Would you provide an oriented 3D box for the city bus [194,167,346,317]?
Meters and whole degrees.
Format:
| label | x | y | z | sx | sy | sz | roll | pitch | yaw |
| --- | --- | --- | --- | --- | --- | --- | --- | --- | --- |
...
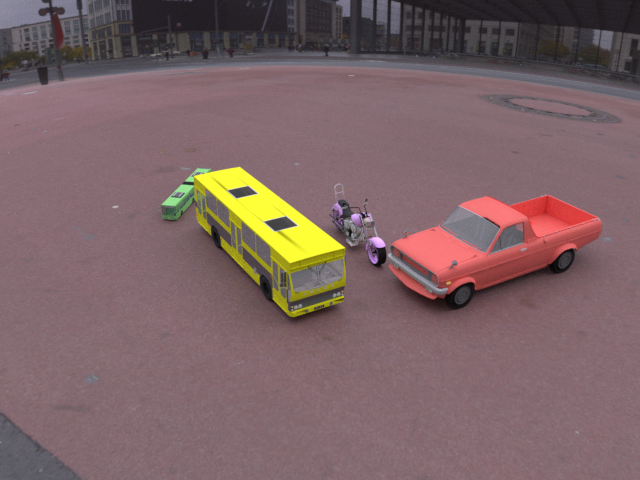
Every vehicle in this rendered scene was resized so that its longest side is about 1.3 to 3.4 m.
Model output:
| label | x | y | z | sx | sy | sz | roll | pitch | yaw |
| --- | --- | --- | --- | --- | --- | --- | --- | --- | --- |
| city bus | -0.822 | -0.056 | 9.956 | 0.926 | 0.894 | 3.255 | -15 | 31 | -26 |

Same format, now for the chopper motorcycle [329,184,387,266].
| label | x | y | z | sx | sy | sz | roll | pitch | yaw |
| --- | --- | --- | --- | --- | --- | --- | --- | --- | --- |
| chopper motorcycle | 0.570 | -0.243 | 10.466 | 0.466 | 0.761 | 1.563 | -12 | 29 | -21 |

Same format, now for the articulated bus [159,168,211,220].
| label | x | y | z | sx | sy | sz | roll | pitch | yaw |
| --- | --- | --- | --- | --- | --- | --- | --- | --- | --- |
| articulated bus | -2.286 | -0.821 | 12.106 | 0.311 | 0.289 | 1.749 | 5 | 28 | 10 |

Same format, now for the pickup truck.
| label | x | y | z | sx | sy | sz | roll | pitch | yaw |
| --- | --- | --- | --- | --- | --- | --- | --- | --- | --- |
| pickup truck | 2.489 | -0.030 | 9.798 | 3.117 | 0.993 | 1.244 | -15 | 31 | -27 |
